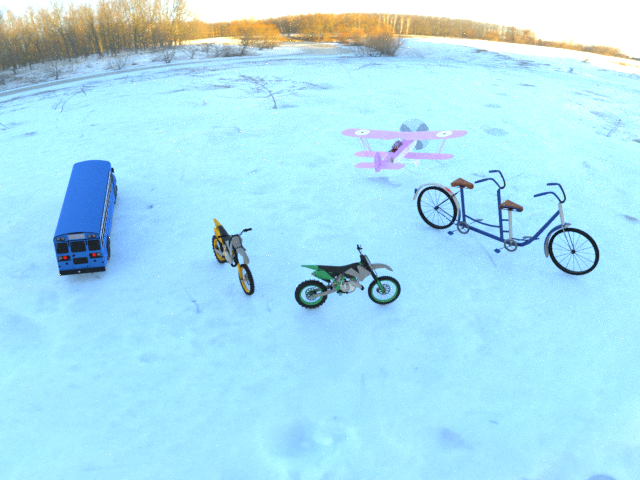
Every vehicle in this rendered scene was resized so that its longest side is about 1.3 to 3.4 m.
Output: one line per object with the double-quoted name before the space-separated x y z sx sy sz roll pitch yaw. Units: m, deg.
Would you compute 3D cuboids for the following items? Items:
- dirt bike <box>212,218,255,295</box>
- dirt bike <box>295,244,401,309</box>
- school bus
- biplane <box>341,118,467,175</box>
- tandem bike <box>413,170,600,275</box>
"dirt bike" -1.301 0.184 10.361 0.527 0.857 1.493 -15 33 -25
"dirt bike" 0.390 0.560 9.688 1.493 0.857 0.527 -2 29 -4
"school bus" -3.827 -0.519 11.634 0.709 0.844 3.322 -6 30 -10
"biplane" 1.460 -1.728 13.659 2.598 0.981 2.120 14 32 24
"tandem bike" 2.844 -0.433 10.985 3.192 1.326 0.550 22 36 33
